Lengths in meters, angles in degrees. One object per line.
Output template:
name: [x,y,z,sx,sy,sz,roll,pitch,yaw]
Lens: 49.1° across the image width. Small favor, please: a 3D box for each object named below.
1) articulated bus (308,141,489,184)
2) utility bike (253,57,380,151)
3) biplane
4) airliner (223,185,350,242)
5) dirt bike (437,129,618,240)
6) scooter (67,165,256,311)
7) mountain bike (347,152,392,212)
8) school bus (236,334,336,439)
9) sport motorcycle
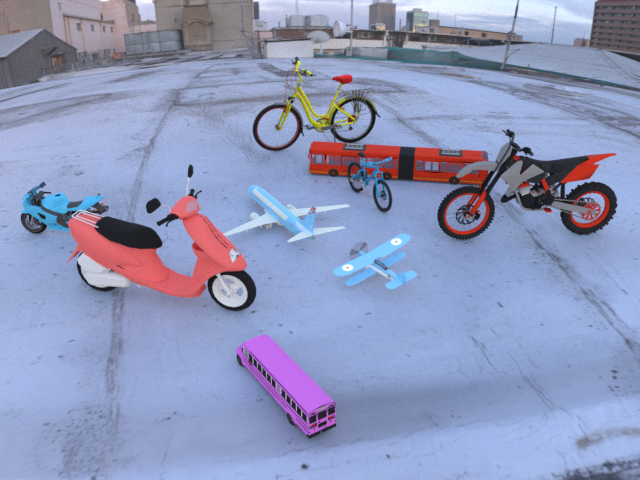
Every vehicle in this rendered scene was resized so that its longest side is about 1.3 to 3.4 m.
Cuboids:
articulated bus: [1.455,-1.472,13.299,3.401,0.561,0.605,4,29,8]
utility bike: [-0.005,-2.724,14.283,2.791,1.839,1.039,-9,29,-16]
biplane: [0.842,0.394,9.878,1.336,0.504,1.090,-18,33,-31]
airliner: [-0.647,-0.606,11.393,2.257,0.835,2.541,-15,31,-25]
dirt bike: [3.274,-0.781,10.839,2.903,1.666,1.024,-3,28,-5]
scooter: [-2.155,0.026,9.206,2.721,1.786,1.288,7,29,13]
mountain bike: [0.856,-1.080,12.242,0.573,0.868,1.469,-13,31,-23]
school bus: [-0.435,1.540,7.812,0.365,0.434,1.708,-17,33,-29]
sport motorcycle: [-4.066,-0.427,11.074,1.520,0.821,0.506,5,29,9]
